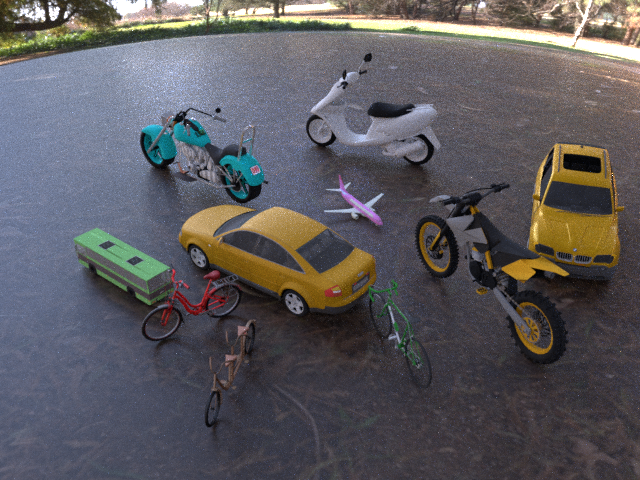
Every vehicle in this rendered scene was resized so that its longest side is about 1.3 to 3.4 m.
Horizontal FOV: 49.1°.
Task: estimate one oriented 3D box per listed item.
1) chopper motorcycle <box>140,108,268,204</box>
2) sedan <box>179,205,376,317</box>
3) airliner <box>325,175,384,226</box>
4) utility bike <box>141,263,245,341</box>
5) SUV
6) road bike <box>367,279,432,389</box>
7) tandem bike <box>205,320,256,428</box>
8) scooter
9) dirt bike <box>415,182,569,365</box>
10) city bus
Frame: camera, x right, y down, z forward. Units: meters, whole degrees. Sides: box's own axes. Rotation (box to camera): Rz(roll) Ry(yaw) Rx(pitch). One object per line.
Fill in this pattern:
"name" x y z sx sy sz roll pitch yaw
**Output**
"chopper motorcycle" -2.122 -1.623 12.056 3.040 1.480 0.906 25 39 34
"sedan" -0.681 0.081 9.818 3.137 0.940 1.235 22 38 31
"airliner" 0.645 -0.638 11.463 1.161 0.429 1.307 -18 36 -26
"utility bike" -1.550 0.753 8.728 1.435 0.946 0.535 -19 37 -28
"SUV" 3.873 -0.536 10.635 1.276 1.128 3.058 10 33 15
"road bike" 0.937 1.066 8.312 0.358 0.852 1.545 -12 34 -19
"tandem bike" -1.002 1.379 7.968 0.283 0.682 1.642 7 33 12
"scooter" 0.957 -2.395 13.010 2.721 1.786 1.288 14 35 22
"dirt bike" 2.083 0.250 8.856 1.024 1.666 2.903 -16 35 -23
"city bus" -2.763 0.369 9.809 1.674 0.460 0.476 24 39 33
